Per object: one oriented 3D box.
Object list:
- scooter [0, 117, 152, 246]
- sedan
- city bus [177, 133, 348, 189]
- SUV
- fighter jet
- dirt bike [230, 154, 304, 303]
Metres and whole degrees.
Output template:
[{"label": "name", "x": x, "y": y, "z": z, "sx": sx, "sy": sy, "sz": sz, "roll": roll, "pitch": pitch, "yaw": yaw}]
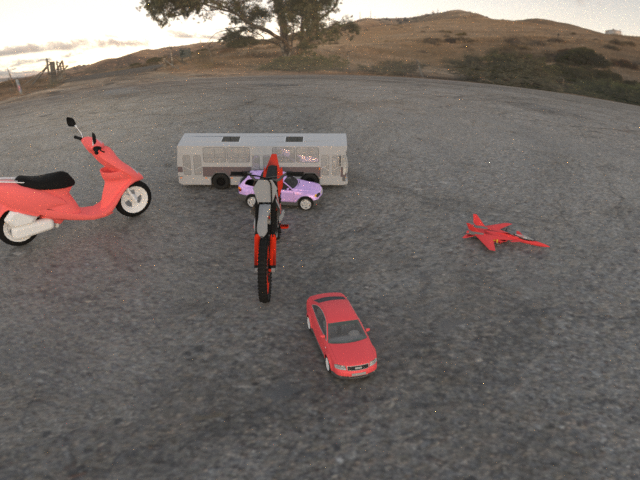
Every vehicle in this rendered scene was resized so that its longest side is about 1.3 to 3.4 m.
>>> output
[{"label": "scooter", "x": -4.105, "y": -0.964, "z": 11.488, "sx": 2.721, "sy": 1.786, "sz": 1.288, "roll": -18, "pitch": 31, "yaw": -32}, {"label": "sedan", "x": 0.251, "y": 1.119, "z": 8.731, "sx": 0.635, "sy": 0.483, "sz": 1.613, "roll": -6, "pitch": 27, "yaw": -13}, {"label": "city bus", "x": -1.088, "y": -1.541, "z": 13.670, "sx": 3.255, "sy": 0.894, "sz": 0.926, "roll": 0, "pitch": 26, "yaw": 0}, {"label": "SUV", "x": -0.728, "y": -0.947, "z": 12.819, "sx": 1.572, "sy": 0.580, "sz": 0.656, "roll": 3, "pitch": 26, "yaw": 6}, {"label": "fighter jet", "x": 3.075, "y": -0.103, "z": 11.436, "sx": 1.358, "sy": 0.286, "sz": 1.147, "roll": 13, "pitch": 29, "yaw": 24}, {"label": "dirt bike", "x": -0.734, "y": -0.352, "z": 10.380, "sx": 1.024, "sy": 1.666, "sz": 2.903, "roll": 0, "pitch": 26, "yaw": 1}]
